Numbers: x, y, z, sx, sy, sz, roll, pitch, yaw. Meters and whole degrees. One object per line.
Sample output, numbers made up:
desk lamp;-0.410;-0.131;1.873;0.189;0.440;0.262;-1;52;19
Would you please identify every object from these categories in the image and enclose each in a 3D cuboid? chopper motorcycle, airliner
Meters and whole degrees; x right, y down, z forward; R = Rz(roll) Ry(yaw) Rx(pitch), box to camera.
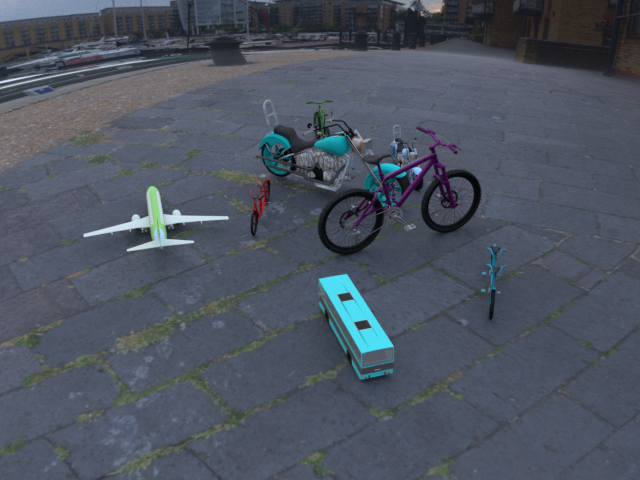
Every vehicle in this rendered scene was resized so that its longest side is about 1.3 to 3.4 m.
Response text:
chopper motorcycle;0.194;-1.530;12.402;3.040;1.480;0.906;17;34;27
chopper motorcycle;1.639;-1.565;13.189;0.466;0.761;1.563;-6;30;-11
airliner;-2.654;-0.513;11.269;2.257;0.835;2.541;-8;31;-13

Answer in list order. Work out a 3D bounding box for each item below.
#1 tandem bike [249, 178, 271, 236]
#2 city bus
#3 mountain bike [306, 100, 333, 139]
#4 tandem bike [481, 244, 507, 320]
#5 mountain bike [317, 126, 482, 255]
tandem bike;-0.992;-0.691;11.735;0.283;0.682;1.642;3;30;5
city bus;0.422;1.077;8.859;0.476;0.460;1.674;-9;31;-15
mountain bike;0.046;-2.359;14.473;0.573;0.868;1.469;-6;30;-11
tandem bike;2.421;0.444;9.745;0.283;0.682;1.642;6;30;11
mountain bike;1.289;-0.702;10.740;2.857;1.688;1.114;-12;32;-20
